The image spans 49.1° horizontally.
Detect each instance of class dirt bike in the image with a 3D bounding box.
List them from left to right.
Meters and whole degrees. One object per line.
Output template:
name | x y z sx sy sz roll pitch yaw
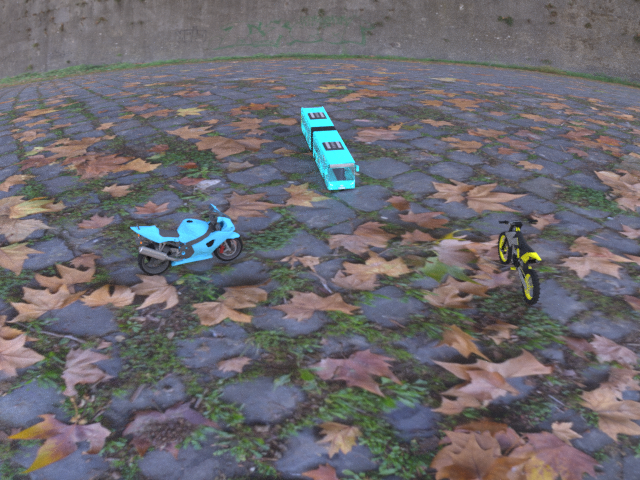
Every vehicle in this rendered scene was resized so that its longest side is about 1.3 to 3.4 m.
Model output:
dirt bike | 2.655 0.190 9.361 0.527 0.857 1.493 -2 28 -4

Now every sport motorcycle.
sport motorcycle | -1.817 0.021 9.721 1.520 0.821 0.506 -10 29 -19

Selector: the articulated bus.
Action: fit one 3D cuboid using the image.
articulated bus | 0.102 -1.852 13.563 0.605 0.561 3.401 -4 28 -8
